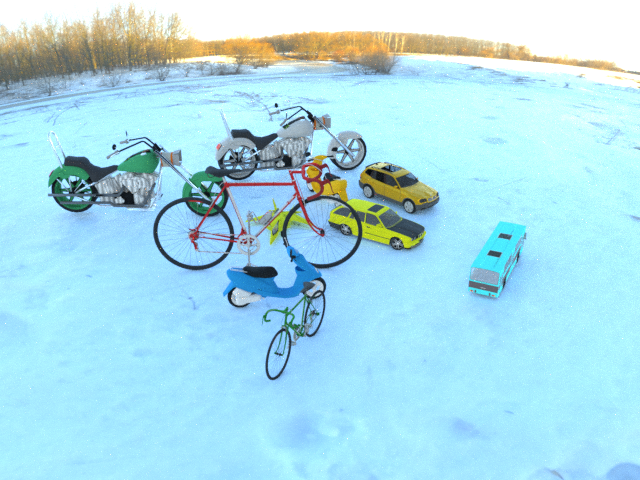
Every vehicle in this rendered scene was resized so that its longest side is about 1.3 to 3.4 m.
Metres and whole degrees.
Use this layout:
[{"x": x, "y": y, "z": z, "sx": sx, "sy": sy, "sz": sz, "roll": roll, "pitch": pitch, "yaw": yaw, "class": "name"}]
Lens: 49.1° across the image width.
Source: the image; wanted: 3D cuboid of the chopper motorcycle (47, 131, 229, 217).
[{"x": -3.082, "y": -1.113, "z": 11.806, "sx": 3.040, "sy": 1.480, "sz": 0.906, "roll": 0, "pitch": 26, "yaw": 0, "class": "chopper motorcycle"}]

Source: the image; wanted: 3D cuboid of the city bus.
[{"x": 2.580, "y": 0.273, "z": 10.125, "sx": 0.476, "sy": 0.460, "sz": 1.674, "roll": 12, "pitch": 29, "yaw": 24, "class": "city bus"}]

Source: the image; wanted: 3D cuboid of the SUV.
[{"x": 1.404, "y": -0.974, "z": 12.549, "sx": 0.656, "sy": 0.580, "sz": 1.572, "roll": -23, "pitch": 34, "yaw": -38, "class": "SUV"}]

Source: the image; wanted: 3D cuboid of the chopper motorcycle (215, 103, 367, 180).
[{"x": -0.531, "y": -1.944, "z": 13.514, "sx": 3.040, "sy": 1.480, "sz": 0.906, "roll": -9, "pitch": 27, "yaw": -17, "class": "chopper motorcycle"}]

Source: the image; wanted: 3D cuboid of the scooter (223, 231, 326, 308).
[{"x": -0.596, "y": 0.436, "z": 9.266, "sx": 1.399, "sy": 0.919, "sz": 0.662, "roll": -6, "pitch": 27, "yaw": -12, "class": "scooter"}]

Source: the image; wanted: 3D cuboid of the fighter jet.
[{"x": -0.688, "y": -0.299, "z": 11.499, "sx": 1.147, "sy": 0.286, "sz": 1.358, "roll": 3, "pitch": 26, "yaw": 6, "class": "fighter jet"}]

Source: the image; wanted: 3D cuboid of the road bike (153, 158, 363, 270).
[{"x": -0.888, "y": -0.314, "z": 9.965, "sx": 3.004, "sy": 1.656, "sz": 0.697, "roll": -1, "pitch": 26, "yaw": -1, "class": "road bike"}]

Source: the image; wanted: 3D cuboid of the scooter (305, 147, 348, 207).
[{"x": 0.107, "y": -1.124, "z": 12.470, "sx": 0.662, "sy": 0.919, "sz": 1.399, "roll": -14, "pitch": 29, "yaw": -26, "class": "scooter"}]

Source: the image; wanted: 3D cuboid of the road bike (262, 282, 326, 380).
[{"x": -0.264, "y": 0.984, "z": 8.218, "sx": 0.358, "sy": 0.852, "sz": 1.545, "roll": 12, "pitch": 28, "yaw": 22, "class": "road bike"}]

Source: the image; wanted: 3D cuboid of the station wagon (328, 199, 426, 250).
[{"x": 0.925, "y": -0.291, "z": 11.267, "sx": 1.597, "sy": 0.473, "sz": 0.682, "roll": 17, "pitch": 31, "yaw": 31, "class": "station wagon"}]
